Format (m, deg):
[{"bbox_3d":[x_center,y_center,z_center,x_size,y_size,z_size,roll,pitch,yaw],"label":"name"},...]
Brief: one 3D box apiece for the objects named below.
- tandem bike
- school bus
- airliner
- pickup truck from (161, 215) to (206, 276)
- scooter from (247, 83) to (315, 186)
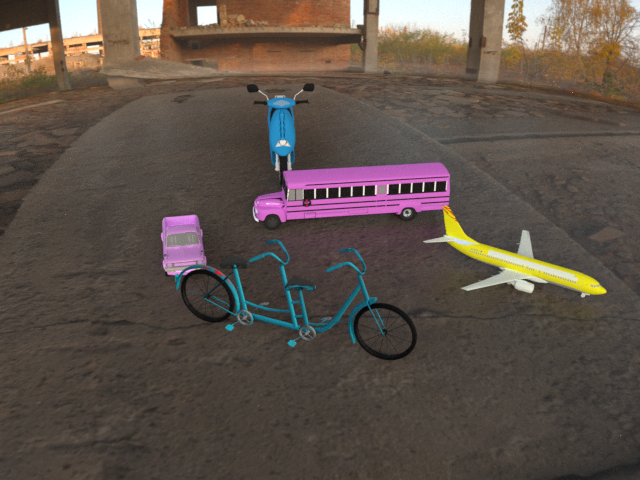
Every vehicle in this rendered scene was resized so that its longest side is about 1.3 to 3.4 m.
[{"bbox_3d":[-0.373,0.645,8.460,3.192,1.326,0.550,9,28,19],"label":"tandem bike"},{"bbox_3d":[0.518,-0.776,11.897,3.322,0.844,0.709,-4,26,-8],"label":"school bus"},{"bbox_3d":[2.825,0.165,9.992,2.541,0.835,2.257,17,31,31],"label":"airliner"},{"bbox_3d":[-2.096,0.010,10.675,0.640,0.511,1.603,-6,27,-11],"label":"pickup truck"},{"bbox_3d":[-0.765,-2.289,13.904,1.288,1.786,2.721,-2,26,-4],"label":"scooter"}]
